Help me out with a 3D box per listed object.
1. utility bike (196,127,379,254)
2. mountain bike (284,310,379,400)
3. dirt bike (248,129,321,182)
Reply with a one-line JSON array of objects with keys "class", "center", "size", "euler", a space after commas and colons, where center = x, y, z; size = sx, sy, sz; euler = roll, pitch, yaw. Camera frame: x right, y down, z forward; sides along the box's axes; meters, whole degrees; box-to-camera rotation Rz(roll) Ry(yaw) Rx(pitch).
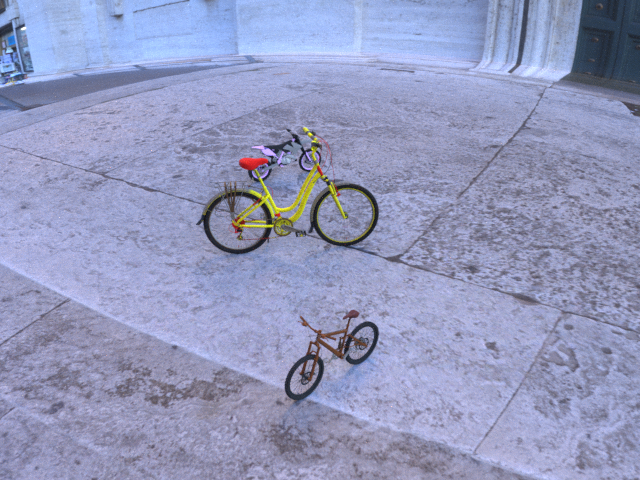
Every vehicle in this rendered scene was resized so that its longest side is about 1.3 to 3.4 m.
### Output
[{"class": "utility bike", "center": [-0.489, -0.717, 10.547], "size": [2.791, 1.839, 1.039], "euler": [-4, 29, -7]}, {"class": "mountain bike", "center": [0.161, 1.247, 8.019], "size": [1.469, 0.868, 0.573], "euler": [-24, 37, -36]}, {"class": "dirt bike", "center": [-0.655, -1.584, 13.113], "size": [1.493, 0.857, 0.527], "euler": [-13, 32, -22]}]
